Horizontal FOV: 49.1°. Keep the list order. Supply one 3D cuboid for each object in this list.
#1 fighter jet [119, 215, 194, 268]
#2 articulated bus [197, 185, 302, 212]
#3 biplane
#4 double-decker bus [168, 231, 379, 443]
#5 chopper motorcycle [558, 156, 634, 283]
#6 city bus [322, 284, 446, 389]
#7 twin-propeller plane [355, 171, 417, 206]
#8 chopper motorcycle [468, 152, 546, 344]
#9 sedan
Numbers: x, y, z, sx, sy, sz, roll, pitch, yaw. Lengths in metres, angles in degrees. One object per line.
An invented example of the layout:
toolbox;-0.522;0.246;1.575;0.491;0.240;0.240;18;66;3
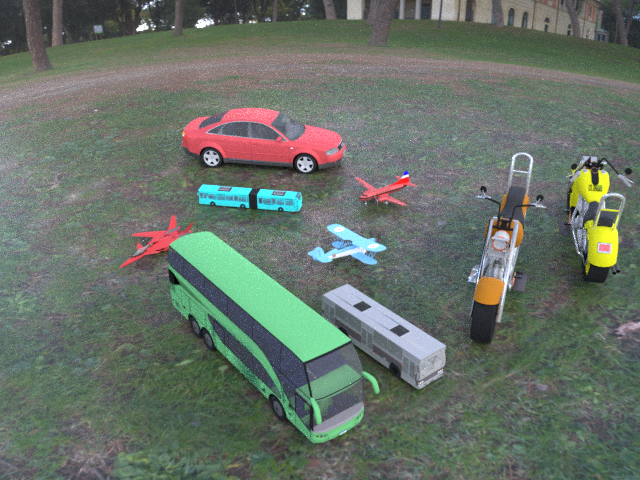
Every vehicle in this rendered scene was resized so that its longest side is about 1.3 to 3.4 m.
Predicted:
fighter jet;-2.452;0.049;10.339;1.147;0.286;1.358;18;33;29
articulated bus;-1.183;-0.700;11.713;1.749;0.289;0.311;5;29;9
biplane;0.362;0.126;9.968;1.090;0.504;1.336;-16;32;-27
double-decker bus;-0.690;0.986;7.813;0.756;1.052;3.251;-20;34;-32
chopper motorcycle;3.963;-0.567;10.222;0.906;1.480;3.040;6;29;11
city bus;0.705;1.109;8.206;0.476;0.460;1.674;-21;35;-34
twin-propeller plane;1.104;-0.885;11.930;1.095;0.407;1.370;-18;33;-29
chopper motorcycle;2.396;0.015;9.151;0.906;1.480;3.040;10;30;18
sedan;-1.073;-1.967;13.362;3.137;0.940;1.235;5;29;9
